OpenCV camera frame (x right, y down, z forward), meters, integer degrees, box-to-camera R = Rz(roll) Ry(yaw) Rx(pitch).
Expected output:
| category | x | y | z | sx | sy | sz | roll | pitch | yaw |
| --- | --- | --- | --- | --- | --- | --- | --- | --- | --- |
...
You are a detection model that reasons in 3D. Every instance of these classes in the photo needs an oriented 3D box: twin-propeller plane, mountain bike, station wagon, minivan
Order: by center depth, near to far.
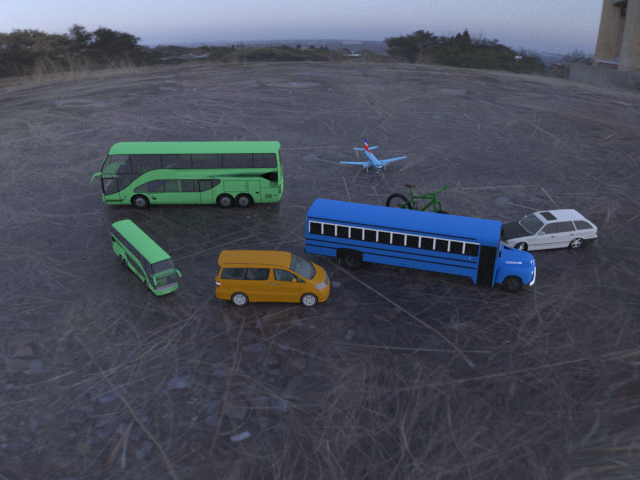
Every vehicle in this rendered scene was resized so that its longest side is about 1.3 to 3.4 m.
| category | x | y | z | sx | sy | sz | roll | pitch | yaw |
| --- | --- | --- | --- | --- | --- | --- | --- | --- | --- |
| minivan | -0.640 | 0.496 | 9.564 | 1.548 | 0.616 | 0.681 | 1 | 28 | 1 |
| station wagon | 3.510 | -0.166 | 10.979 | 1.597 | 0.473 | 0.682 | -5 | 28 | -10 |
| mountain bike | 1.610 | -0.480 | 11.153 | 0.573 | 0.868 | 1.469 | -23 | 36 | -37 |
| twin-propeller plane | 1.036 | -1.657 | 13.892 | 1.370 | 0.407 | 1.095 | -6 | 28 | -11 |

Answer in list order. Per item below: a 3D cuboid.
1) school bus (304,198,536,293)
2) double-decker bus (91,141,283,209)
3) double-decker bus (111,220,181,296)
| category | x | y | z | sx | sy | sz | roll | pitch | yaw |
| --- | --- | --- | --- | --- | --- | --- | --- | --- | --- |
| school bus | 1.447 | 0.044 | 10.179 | 3.322 | 0.844 | 0.709 | 8 | 29 | 15 |
| double-decker bus | -2.277 | -1.156 | 12.243 | 3.251 | 1.052 | 0.756 | -1 | 28 | -1 |
| double-decker bus | -2.547 | 0.249 | 10.114 | 0.389 | 0.541 | 1.672 | -19 | 33 | -31 |
